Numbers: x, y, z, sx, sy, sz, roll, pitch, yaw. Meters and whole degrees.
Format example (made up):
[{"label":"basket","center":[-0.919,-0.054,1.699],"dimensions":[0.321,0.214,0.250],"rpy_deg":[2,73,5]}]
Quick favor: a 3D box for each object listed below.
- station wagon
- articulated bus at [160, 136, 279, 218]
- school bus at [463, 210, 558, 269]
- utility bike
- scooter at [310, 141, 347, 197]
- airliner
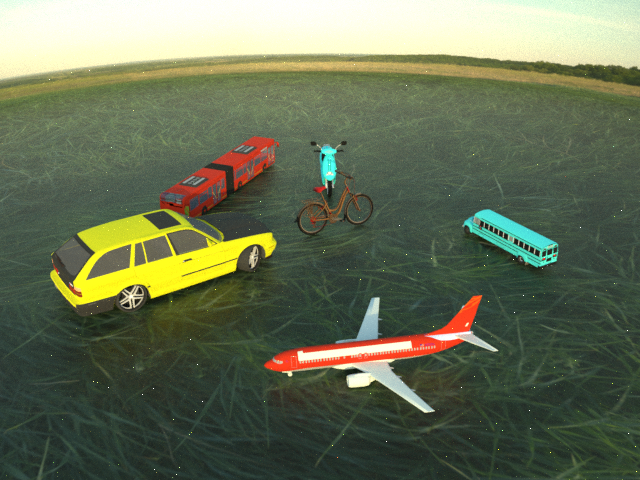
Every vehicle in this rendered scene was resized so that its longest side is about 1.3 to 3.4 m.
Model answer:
[{"label":"station wagon","center":[-2.115,0.105,9.834],"dimensions":[3.105,0.920,1.327],"rpy_deg":[-18,31,-32]},{"label":"articulated bus","center":[-1.754,-1.161,12.813],"dimensions":[0.605,0.561,3.401],"rpy_deg":[10,28,20]},{"label":"school bus","center":[2.865,-0.060,10.720],"dimensions":[0.365,0.434,1.708],"rpy_deg":[-15,30,-27]},{"label":"utility bike","center":[0.213,-0.617,11.272],"dimensions":[1.435,0.946,0.535],"rpy_deg":[-12,29,-23]},{"label":"scooter","center":[0.150,-1.443,12.980],"dimensions":[0.662,0.919,1.399],"rpy_deg":[-1,26,-2]},{"label":"airliner","center":[0.628,1.095,7.920],"dimensions":[2.541,0.835,2.257],"rpy_deg":[-4,27,-9]}]
